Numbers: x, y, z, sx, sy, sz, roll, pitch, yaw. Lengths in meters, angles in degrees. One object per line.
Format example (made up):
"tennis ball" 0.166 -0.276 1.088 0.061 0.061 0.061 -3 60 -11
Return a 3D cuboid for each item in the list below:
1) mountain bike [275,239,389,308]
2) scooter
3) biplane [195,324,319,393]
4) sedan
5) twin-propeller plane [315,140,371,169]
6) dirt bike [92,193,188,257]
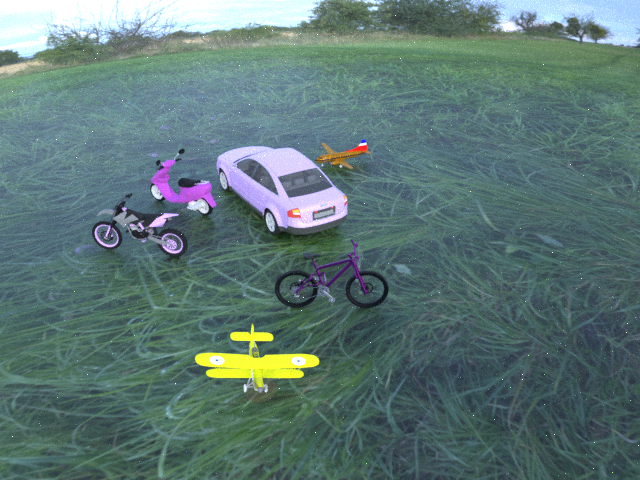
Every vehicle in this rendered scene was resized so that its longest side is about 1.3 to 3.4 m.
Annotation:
"mountain bike" 0.150 0.503 8.936 1.469 0.868 0.573 0 29 1
"scooter" -2.284 -0.936 11.453 1.399 0.919 0.662 17 33 27
"biplane" -0.697 1.347 7.802 1.336 0.504 1.090 -5 30 -9
"sedan" -0.723 -1.021 11.583 1.235 0.940 3.137 -16 33 -27
"twin-propeller plane" 0.407 -1.643 13.237 1.095 0.407 1.370 -12 31 -20
"dirt bike" -2.647 -0.177 10.162 1.493 0.857 0.527 6 30 10
